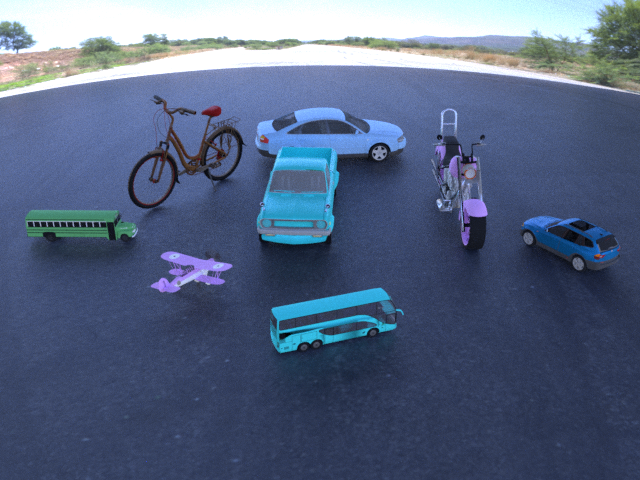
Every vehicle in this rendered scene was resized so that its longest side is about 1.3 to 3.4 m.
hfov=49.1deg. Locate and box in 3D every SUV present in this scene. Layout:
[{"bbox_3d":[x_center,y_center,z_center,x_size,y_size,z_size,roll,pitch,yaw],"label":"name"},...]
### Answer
[{"bbox_3d":[3.819,-0.048,10.732,0.656,0.580,1.572,-17,32,-29],"label":"SUV"}]

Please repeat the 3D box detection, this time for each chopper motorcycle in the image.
[{"bbox_3d":[2.354,-1.087,11.752,0.906,1.480,3.040,-1,28,-1],"label":"chopper motorcycle"}]

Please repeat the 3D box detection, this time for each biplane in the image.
[{"bbox_3d":[-1.851,0.482,9.799,1.336,0.504,1.090,19,33,32],"label":"biplane"}]

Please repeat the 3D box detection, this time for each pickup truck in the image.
[{"bbox_3d":[-0.320,-0.935,11.987,1.244,0.993,3.117,1,28,3],"label":"pickup truck"}]

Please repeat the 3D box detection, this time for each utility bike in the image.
[{"bbox_3d":[-2.251,-1.661,12.464,1.039,1.839,2.791,21,34,34],"label":"utility bike"}]

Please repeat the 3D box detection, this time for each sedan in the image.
[{"bbox_3d":[0.231,-2.208,14.483,3.137,0.940,1.235,-3,28,-6],"label":"sedan"}]

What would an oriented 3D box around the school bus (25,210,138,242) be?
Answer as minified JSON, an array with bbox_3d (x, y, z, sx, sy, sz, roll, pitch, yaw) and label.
[{"bbox_3d":[-3.817,-0.239,11.256,1.708,0.434,0.365,0,28,1],"label":"school bus"}]

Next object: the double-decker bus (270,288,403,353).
[{"bbox_3d":[0.207,0.994,8.778,1.672,0.541,0.389,-9,29,-17],"label":"double-decker bus"}]
